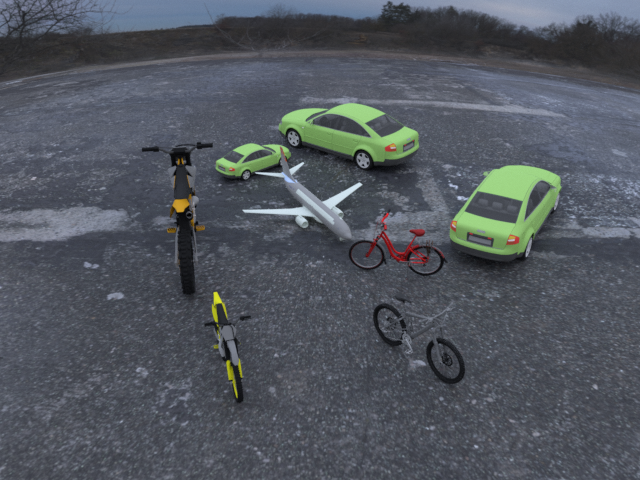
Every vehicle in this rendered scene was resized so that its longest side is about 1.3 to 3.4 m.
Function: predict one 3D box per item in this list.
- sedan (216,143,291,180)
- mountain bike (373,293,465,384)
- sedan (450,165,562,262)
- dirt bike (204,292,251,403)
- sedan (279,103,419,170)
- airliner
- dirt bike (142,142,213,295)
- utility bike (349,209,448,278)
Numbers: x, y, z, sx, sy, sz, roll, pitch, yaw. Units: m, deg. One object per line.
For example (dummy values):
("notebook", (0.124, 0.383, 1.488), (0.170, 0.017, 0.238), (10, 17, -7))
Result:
("sedan", (-1.260, -1.588, 13.452), (1.613, 0.483, 0.635), (-26, 38, -37))
("mountain bike", (1.153, 1.092, 8.314), (0.573, 0.868, 1.469), (-22, 36, -34))
("sedan", (3.078, -0.637, 11.304), (1.235, 0.940, 3.137), (16, 33, 26))
("dirt bike", (-1.081, 1.181, 8.168), (0.527, 0.857, 1.493), (-9, 31, -15))
("sedan", (0.517, -2.250, 14.159), (3.137, 0.940, 1.235), (22, 36, 34))
("airliner", (-0.128, -0.775, 11.654), (2.257, 0.835, 2.541), (-15, 33, -25))
("dirt bike", (-2.024, -0.511, 10.341), (1.024, 1.666, 2.903), (-5, 30, -8))
("utility bike", (1.113, 0.106, 9.981), (1.435, 0.946, 0.535), (5, 30, 9))
